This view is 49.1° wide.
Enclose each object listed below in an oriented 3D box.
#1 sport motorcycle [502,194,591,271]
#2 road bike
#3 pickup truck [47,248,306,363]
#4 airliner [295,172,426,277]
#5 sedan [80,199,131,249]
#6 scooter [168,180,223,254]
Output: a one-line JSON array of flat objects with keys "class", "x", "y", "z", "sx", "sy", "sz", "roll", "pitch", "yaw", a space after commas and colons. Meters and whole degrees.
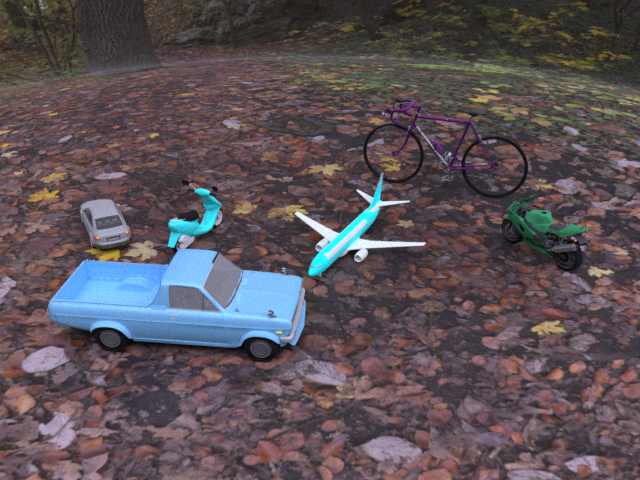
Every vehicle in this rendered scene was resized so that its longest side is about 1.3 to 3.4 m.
[{"class": "sport motorcycle", "x": 3.360, "y": -0.127, "z": 10.561, "sx": 0.506, "sy": 0.821, "sz": 1.520, "roll": -18, "pitch": 33, "yaw": -30}, {"class": "road bike", "x": 2.216, "y": -1.660, "z": 12.540, "sx": 3.004, "sy": 1.656, "sz": 0.696, "roll": 10, "pitch": 30, "yaw": 18}, {"class": "pickup truck", "x": -1.746, "y": 0.712, "z": 8.815, "sx": 3.117, "sy": 0.993, "sz": 1.244, "roll": 3, "pitch": 28, "yaw": 6}, {"class": "airliner", "x": 0.460, "y": -0.238, "z": 10.755, "sx": 2.257, "sy": 0.835, "sz": 2.541, "roll": 14, "pitch": 31, "yaw": 25}, {"class": "sedan", "x": -3.500, "y": -0.346, "z": 11.328, "sx": 0.635, "sy": 0.483, "sz": 1.613, "roll": -13, "pitch": 31, "yaw": -23}, {"class": "scooter", "x": -1.941, "y": -0.404, "z": 10.975, "sx": 0.662, "sy": 0.919, "sz": 1.399, "roll": 13, "pitch": 31, "yaw": 23}]
